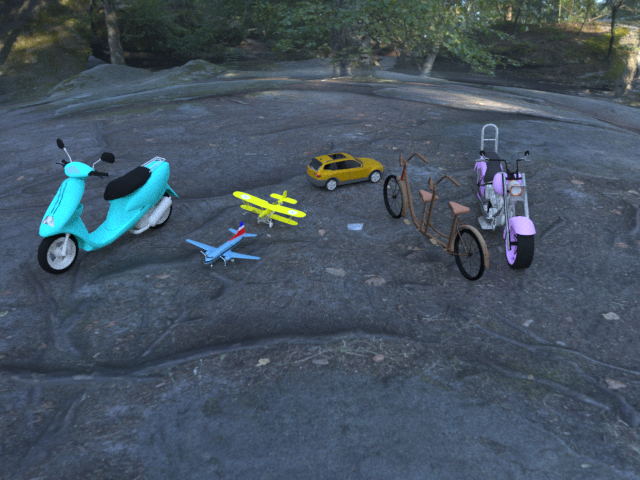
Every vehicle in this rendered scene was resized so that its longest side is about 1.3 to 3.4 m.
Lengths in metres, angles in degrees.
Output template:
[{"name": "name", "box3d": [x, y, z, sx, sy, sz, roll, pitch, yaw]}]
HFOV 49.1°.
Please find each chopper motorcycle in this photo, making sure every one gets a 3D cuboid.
[{"name": "chopper motorcycle", "box3d": [2.985, -0.779, 11.386, 0.906, 1.480, 3.040, 0, 26, 0]}]

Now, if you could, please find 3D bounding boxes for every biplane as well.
[{"name": "biplane", "box3d": [-0.794, -0.541, 12.011, 1.336, 0.504, 1.090, 11, 28, 21]}]

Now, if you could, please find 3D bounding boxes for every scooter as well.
[{"name": "scooter", "box3d": [-3.280, -0.691, 10.856, 1.288, 1.786, 2.721, 17, 31, 31]}]

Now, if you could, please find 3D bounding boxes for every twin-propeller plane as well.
[{"name": "twin-propeller plane", "box3d": [-1.462, 0.073, 10.861, 1.370, 0.407, 1.095, 13, 29, 25]}]

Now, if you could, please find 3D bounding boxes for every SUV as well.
[{"name": "SUV", "box3d": [0.496, -1.403, 13.693, 1.572, 0.580, 0.656, -12, 29, -23]}]

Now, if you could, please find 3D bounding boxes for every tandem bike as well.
[{"name": "tandem bike", "box3d": [1.735, -0.496, 10.981, 0.550, 1.326, 3.192, -10, 28, -20]}]
